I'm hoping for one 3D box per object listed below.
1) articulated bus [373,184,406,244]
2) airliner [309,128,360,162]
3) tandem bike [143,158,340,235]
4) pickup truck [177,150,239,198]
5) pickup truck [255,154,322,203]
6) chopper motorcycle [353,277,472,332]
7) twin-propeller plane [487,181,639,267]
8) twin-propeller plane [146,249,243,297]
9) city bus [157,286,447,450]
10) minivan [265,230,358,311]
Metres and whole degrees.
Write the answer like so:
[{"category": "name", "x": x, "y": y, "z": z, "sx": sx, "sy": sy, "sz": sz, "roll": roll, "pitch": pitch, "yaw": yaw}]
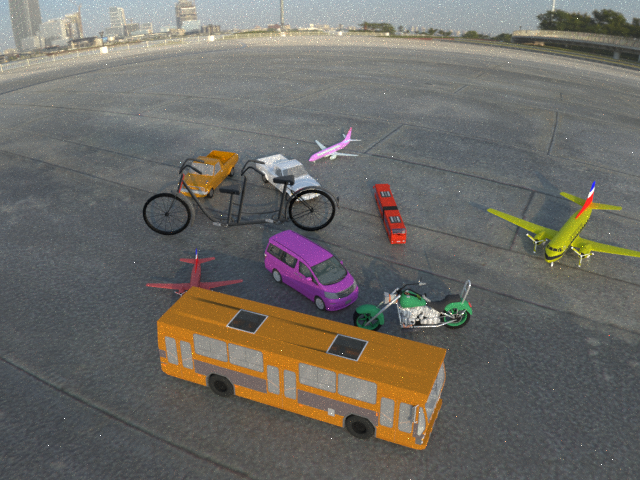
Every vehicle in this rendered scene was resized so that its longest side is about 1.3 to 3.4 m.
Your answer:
[{"category": "articulated bus", "x": 1.181, "y": -0.472, "z": 11.904, "sx": 0.311, "sy": 0.289, "sz": 1.749, "roll": -3, "pitch": 30, "yaw": -4}, {"category": "airliner", "x": 0.233, "y": -1.924, "z": 14.255, "sx": 1.161, "sy": 0.429, "sz": 1.307, "roll": 25, "pitch": 39, "yaw": 36}, {"category": "tandem bike", "x": -1.265, "y": -0.681, "z": 11.234, "sx": 3.192, "sy": 1.326, "sz": 0.550, "roll": -2, "pitch": 30, "yaw": -3}, {"category": "pickup truck", "x": -2.079, "y": -1.299, "z": 13.103, "sx": 0.640, "sy": 0.511, "sz": 1.603, "roll": 9, "pitch": 31, "yaw": 14}, {"category": "pickup truck", "x": -0.603, "y": -1.210, "z": 12.950, "sx": 0.640, "sy": 0.511, "sz": 1.603, "roll": -17, "pitch": 34, "yaw": -26}, {"category": "chopper motorcycle", "x": 1.218, "y": 0.866, "z": 9.140, "sx": 1.563, "sy": 0.761, "sz": 0.466, "roll": -1, "pitch": 30, "yaw": -2}, {"category": "twin-propeller plane", "x": 3.974, "y": -0.250, "z": 11.024, "sx": 2.663, "sy": 0.792, "sz": 2.129, "roll": 20, "pitch": 35, "yaw": 30}, {"category": "twin-propeller plane", "x": -1.796, "y": 0.535, "z": 10.059, "sx": 1.370, "sy": 0.407, "sz": 1.095, "roll": -2, "pitch": 30, "yaw": -4}, {"category": "city bus", "x": -0.253, "y": 1.436, "z": 8.030, "sx": 3.255, "sy": 0.894, "sz": 0.926, "roll": 12, "pitch": 32, "yaw": 19}, {"category": "minivan", "x": -0.130, "y": 0.423, "z": 10.044, "sx": 0.681, "sy": 0.616, "sz": 1.548, "roll": -25, "pitch": 38, "yaw": -36}]
